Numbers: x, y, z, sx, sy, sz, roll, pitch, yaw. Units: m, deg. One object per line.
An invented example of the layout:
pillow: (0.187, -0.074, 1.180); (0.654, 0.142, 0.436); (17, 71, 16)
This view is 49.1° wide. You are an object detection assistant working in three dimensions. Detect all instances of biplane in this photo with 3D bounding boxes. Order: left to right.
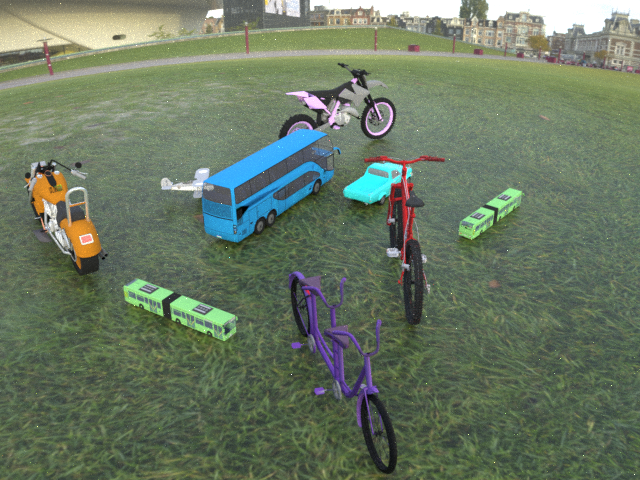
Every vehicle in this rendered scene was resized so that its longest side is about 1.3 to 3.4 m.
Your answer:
biplane: (-2.254, -0.971, 12.384); (1.090, 0.504, 1.336); (-3, 28, -5)

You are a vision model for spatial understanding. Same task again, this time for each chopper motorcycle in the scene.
chopper motorcycle: (-3.984, -0.570, 10.594); (0.906, 1.480, 3.040); (-18, 33, -30)

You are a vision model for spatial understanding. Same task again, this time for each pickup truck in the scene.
pickup truck: (1.063, -1.063, 12.552); (0.640, 0.511, 1.603); (17, 33, 29)

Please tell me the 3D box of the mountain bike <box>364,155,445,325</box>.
mountain bike: (1.173, -0.143, 9.570); (1.114, 1.688, 2.857); (-1, 28, -1)

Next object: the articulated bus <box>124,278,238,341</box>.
articulated bus: (-1.839, 0.892, 9.114); (1.749, 0.289, 0.311); (16, 32, 28)

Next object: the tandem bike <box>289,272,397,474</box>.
tandem bike: (0.161, 1.092, 7.633); (0.550, 1.326, 3.192); (-9, 29, -17)

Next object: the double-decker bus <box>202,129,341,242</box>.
double-decker bus: (-0.755, -1.023, 11.900); (0.756, 1.052, 3.251); (15, 32, 26)

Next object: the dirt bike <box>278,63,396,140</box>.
dirt bike: (0.408, -2.675, 14.350); (2.903, 1.666, 1.024); (-17, 32, -29)

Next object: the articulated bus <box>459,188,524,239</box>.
articulated bus: (2.859, -0.453, 11.642); (0.311, 0.289, 1.749); (21, 35, 34)
